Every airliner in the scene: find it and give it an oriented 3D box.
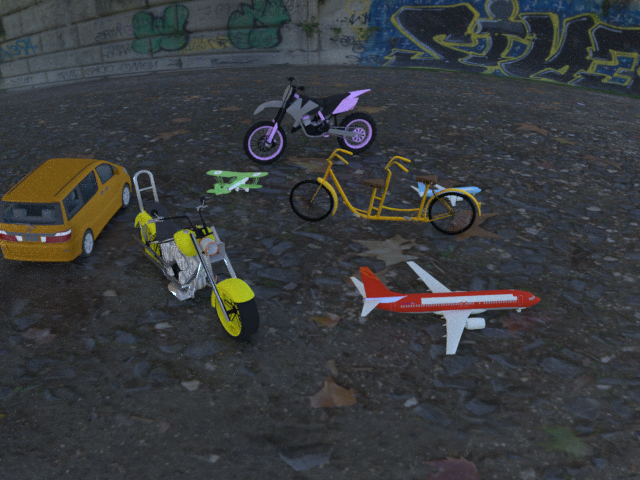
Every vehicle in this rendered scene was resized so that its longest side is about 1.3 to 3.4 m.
[{"bbox_3d":[2.361,-0.961,12.812,1.307,0.429,1.161,-7,28,-13],"label":"airliner"},{"bbox_3d":[1.724,0.661,9.263,2.541,0.835,2.257,-3,28,-5],"label":"airliner"}]

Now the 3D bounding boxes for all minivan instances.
[{"bbox_3d":[-4.084,-0.701,11.484,1.324,1.197,3.011,2,28,4],"label":"minivan"}]

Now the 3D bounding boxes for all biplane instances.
[{"bbox_3d":[-1.617,-1.040,12.883,1.336,0.504,1.090,14,31,25],"label":"biplane"}]

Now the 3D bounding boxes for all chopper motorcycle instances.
[{"bbox_3d":[-1.772,0.143,9.559,0.906,1.480,3.040,-20,33,-33],"label":"chopper motorcycle"}]

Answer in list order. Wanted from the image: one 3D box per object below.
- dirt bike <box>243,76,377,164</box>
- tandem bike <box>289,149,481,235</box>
[{"bbox_3d":[-0.161,-2.436,14.306,2.903,1.666,1.024,-9,29,-16],"label":"dirt bike"},{"bbox_3d":[1.038,-0.783,11.502,3.192,1.326,0.550,6,28,10],"label":"tandem bike"}]
